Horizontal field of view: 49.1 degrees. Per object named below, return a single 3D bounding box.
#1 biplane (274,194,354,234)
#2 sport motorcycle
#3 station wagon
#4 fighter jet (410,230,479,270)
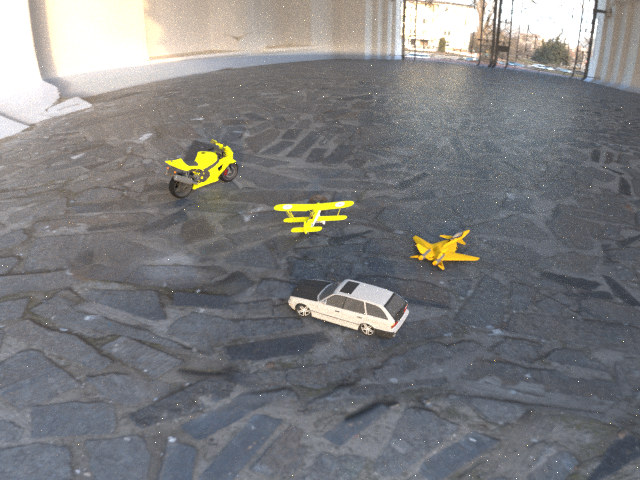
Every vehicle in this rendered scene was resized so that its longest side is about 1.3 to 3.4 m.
[{"bbox_3d":[-0.144,-0.363,11.416,1.336,0.504,1.090,6,29,10],"label":"biplane"},{"bbox_3d":[-2.132,-1.297,12.782,1.520,0.821,0.506,-24,37,-36],"label":"sport motorcycle"},{"bbox_3d":[0.358,0.815,9.311,1.597,0.473,0.682,14,32,23],"label":"station wagon"},{"bbox_3d":[2.021,0.016,10.953,1.147,0.286,1.358,21,35,33],"label":"fighter jet"}]
